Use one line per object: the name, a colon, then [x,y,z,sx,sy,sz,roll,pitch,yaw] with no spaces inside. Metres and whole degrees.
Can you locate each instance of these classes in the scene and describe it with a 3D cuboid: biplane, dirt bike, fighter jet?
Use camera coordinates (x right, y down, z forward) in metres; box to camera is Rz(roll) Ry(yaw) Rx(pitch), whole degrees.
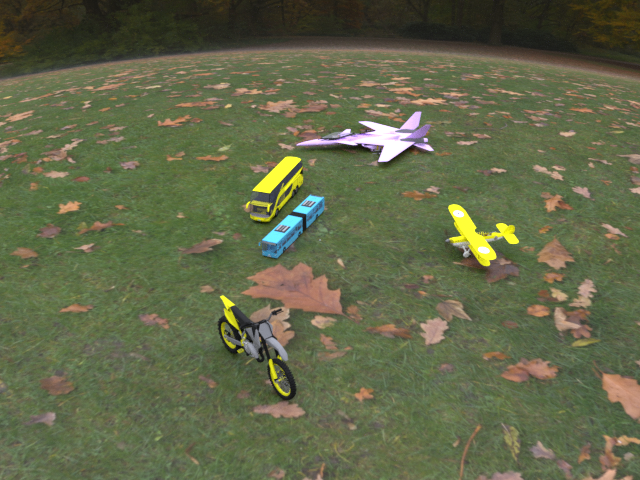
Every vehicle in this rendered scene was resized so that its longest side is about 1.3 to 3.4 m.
biplane: [2.338,-0.023,10.192,1.090,0.504,1.336,-7,30,-12]
dirt bike: [-0.723,1.127,7.744,0.527,0.857,1.493,-21,35,-33]
fighter jet: [0.842,-2.105,13.910,2.640,0.557,2.229,-3,29,-6]

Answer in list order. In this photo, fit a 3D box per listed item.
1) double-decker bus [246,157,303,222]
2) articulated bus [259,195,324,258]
double-decker bus: [-0.713,-0.843,11.640,0.389,0.541,1.672,9,30,16]
articulated bus: [-0.391,-0.236,10.801,0.311,0.289,1.749,12,31,21]
